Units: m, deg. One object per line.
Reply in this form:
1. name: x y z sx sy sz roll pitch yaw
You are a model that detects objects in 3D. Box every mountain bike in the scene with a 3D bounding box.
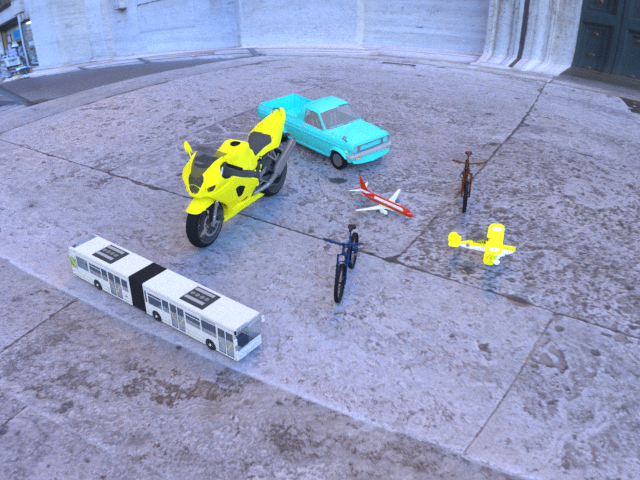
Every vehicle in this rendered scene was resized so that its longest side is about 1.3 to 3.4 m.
1. mountain bike: 0.390 0.252 10.170 0.573 0.868 1.469 7 31 12
2. mountain bike: 2.612 -1.117 12.482 0.573 0.868 1.469 5 31 9

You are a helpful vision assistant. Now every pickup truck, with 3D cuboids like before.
1. pickup truck: 0.031 -2.437 14.590 1.244 0.993 3.117 -24 38 -35

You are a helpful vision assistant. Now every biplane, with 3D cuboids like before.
1. biplane: 2.526 0.077 10.821 1.090 0.504 1.336 8 32 14

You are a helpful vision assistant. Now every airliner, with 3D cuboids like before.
1. airliner: 1.139 -0.745 12.284 1.161 0.429 1.307 -26 40 -37

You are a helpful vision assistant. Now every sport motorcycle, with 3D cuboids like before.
1. sport motorcycle: -1.347 -1.090 11.722 0.983 1.596 2.955 15 34 23

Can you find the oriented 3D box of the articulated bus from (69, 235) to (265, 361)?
1. articulated bus: -2.213 0.727 9.668 3.401 0.561 0.605 21 36 31
